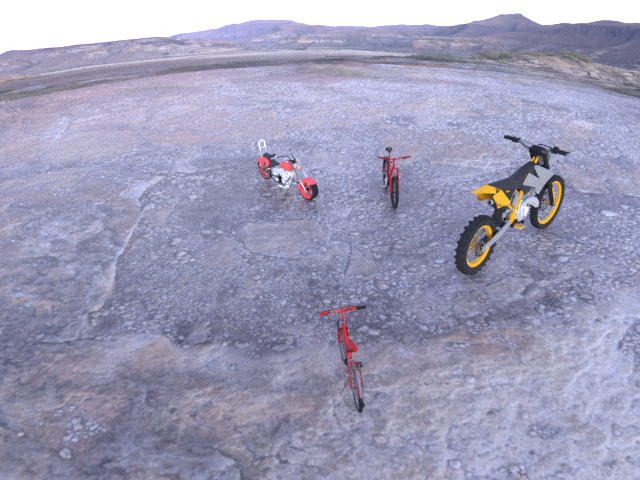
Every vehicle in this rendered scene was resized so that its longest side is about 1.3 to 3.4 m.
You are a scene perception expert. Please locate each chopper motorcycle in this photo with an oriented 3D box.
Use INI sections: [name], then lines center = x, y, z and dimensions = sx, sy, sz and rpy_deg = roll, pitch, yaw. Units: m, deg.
[chopper motorcycle]
center = -0.610, -1.271, 12.667
dimensions = 0.466, 0.761, 1.563
rpy_deg = -24, 37, -37

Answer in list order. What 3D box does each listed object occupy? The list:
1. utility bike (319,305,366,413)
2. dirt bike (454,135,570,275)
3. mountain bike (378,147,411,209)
[utility bike]
center = 0.282, 1.251, 7.866
dimensions = 0.535, 0.946, 1.435
rpy_deg = -4, 29, -8
[dirt bike]
center = 2.949, -0.600, 10.498
dimensions = 2.903, 1.666, 1.024
rpy_deg = -25, 38, -38
[mountain bike]
center = 1.249, -1.173, 12.377
dimensions = 0.573, 0.868, 1.469
rpy_deg = -2, 29, -4
